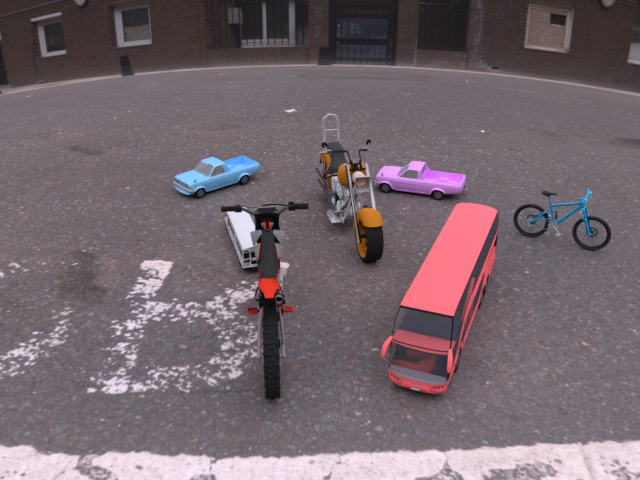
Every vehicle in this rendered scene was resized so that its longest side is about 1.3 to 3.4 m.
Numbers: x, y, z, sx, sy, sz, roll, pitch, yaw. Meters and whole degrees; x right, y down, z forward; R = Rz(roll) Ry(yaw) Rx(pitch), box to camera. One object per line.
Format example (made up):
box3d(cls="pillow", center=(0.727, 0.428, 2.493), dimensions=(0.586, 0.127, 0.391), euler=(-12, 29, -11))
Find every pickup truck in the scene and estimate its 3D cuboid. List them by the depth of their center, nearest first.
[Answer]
box3d(cls="pickup truck", center=(1.808, -1.114, 12.625), dimensions=(1.603, 0.511, 0.640), euler=(9, 29, 17))
box3d(cls="pickup truck", center=(-1.883, -1.236, 12.864), dimensions=(1.603, 0.511, 0.640), euler=(-22, 34, -36))

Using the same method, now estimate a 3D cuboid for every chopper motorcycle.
box3d(cls="chopper motorcycle", center=(0.467, -0.900, 11.143), dimensions=(0.906, 1.480, 3.040), euler=(-6, 28, -11))

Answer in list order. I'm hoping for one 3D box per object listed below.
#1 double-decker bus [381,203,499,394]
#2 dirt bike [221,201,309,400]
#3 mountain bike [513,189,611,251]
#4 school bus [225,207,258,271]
box3d(cls="double-decker bus", center=(1.600, 0.622, 8.641), dimensions=(0.756, 1.052, 3.251), euler=(10, 29, 19))
box3d(cls="dirt bike", center=(-0.617, 0.468, 8.268), dimensions=(1.024, 1.666, 2.903), euler=(-2, 27, -4))
box3d(cls="mountain bike", center=(3.713, -0.341, 10.723), dimensions=(1.469, 0.868, 0.573), euler=(15, 31, 26))
box3d(cls="school bus", center=(-1.162, -0.075, 10.680), dimensions=(0.365, 0.434, 1.708), euler=(-8, 28, -14))
